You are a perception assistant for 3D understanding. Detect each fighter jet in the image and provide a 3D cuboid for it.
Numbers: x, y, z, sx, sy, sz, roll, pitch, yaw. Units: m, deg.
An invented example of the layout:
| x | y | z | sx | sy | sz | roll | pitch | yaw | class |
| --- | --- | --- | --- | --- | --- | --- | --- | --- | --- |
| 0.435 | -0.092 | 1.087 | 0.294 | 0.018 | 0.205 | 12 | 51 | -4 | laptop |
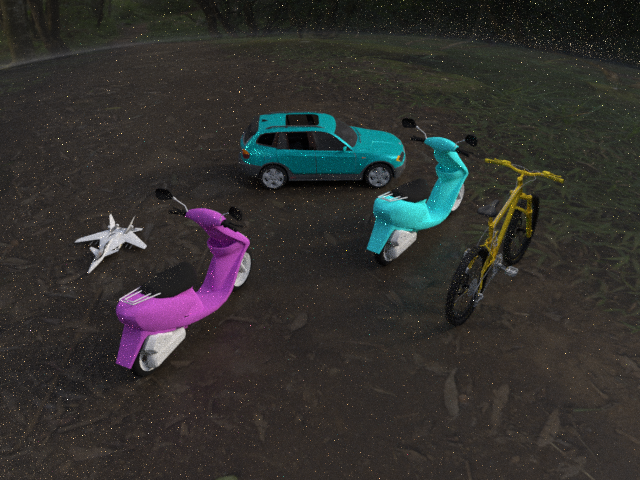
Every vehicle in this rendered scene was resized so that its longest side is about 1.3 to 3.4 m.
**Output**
| x | y | z | sx | sy | sz | roll | pitch | yaw | class |
| --- | --- | --- | --- | --- | --- | --- | --- | --- | --- |
| -3.261 | 0.058 | 10.719 | 1.147 | 0.286 | 1.358 | 5 | 32 | 8 | fighter jet |

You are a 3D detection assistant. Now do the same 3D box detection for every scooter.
| x | y | z | sx | sy | sz | roll | pitch | yaw | class |
| --- | --- | --- | --- | --- | --- | --- | --- | --- | --- |
| -1.625 | 0.396 | 8.741 | 1.288 | 1.786 | 2.721 | 15 | 35 | 23 | scooter |
| 1.589 | -0.798 | 10.678 | 1.288 | 1.786 | 2.721 | 22 | 38 | 32 | scooter |

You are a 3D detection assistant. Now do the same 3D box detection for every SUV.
| x | y | z | sx | sy | sz | roll | pitch | yaw | class |
| --- | --- | --- | --- | --- | --- | --- | --- | --- | --- |
| 0.040 | -1.691 | 12.753 | 3.058 | 1.128 | 1.276 | -1 | 32 | -1 | SUV |

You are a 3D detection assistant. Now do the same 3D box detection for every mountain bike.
| x | y | z | sx | sy | sz | roll | pitch | yaw | class |
| --- | --- | --- | --- | --- | --- | --- | --- | --- | --- |
| 2.448 | -0.032 | 9.530 | 1.114 | 1.688 | 2.857 | 21 | 37 | 30 | mountain bike |
